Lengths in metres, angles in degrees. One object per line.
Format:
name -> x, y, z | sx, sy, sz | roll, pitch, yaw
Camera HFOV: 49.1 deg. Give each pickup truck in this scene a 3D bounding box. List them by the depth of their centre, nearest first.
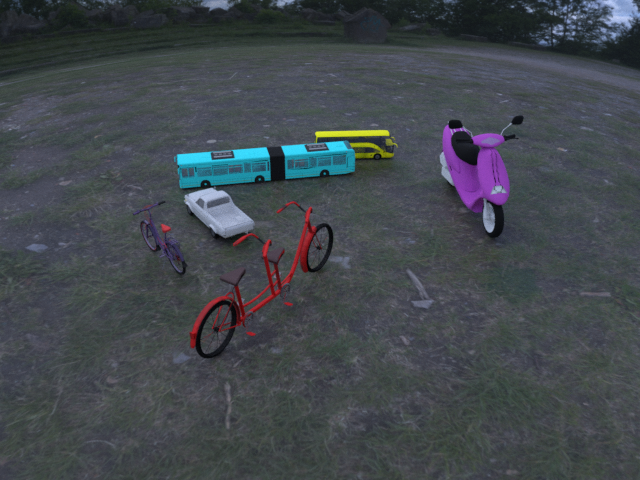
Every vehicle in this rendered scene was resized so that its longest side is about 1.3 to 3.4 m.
pickup truck -> -1.725, -0.504, 11.824 | 0.640, 0.511, 1.603 | -18, 35, -28

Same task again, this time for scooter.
scooter -> 2.645, -1.363, 12.028 | 1.288, 1.786, 2.721 | -5, 31, -9

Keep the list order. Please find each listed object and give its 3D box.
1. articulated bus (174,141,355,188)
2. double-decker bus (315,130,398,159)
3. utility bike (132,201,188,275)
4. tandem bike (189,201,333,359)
articulated bus -> -1.035, -1.451, 13.387 | 3.401, 0.561, 0.605 | -6, 31, -10
double-decker bus -> 0.723, -1.930, 14.223 | 1.672, 0.541, 0.389 | -2, 30, -3
utility bike -> -2.450, -0.039, 10.604 | 0.535, 0.946, 1.435 | -22, 37, -33
tandem bike -> -0.683, 0.401, 9.479 | 0.550, 1.326, 3.192 | 18, 35, 28
